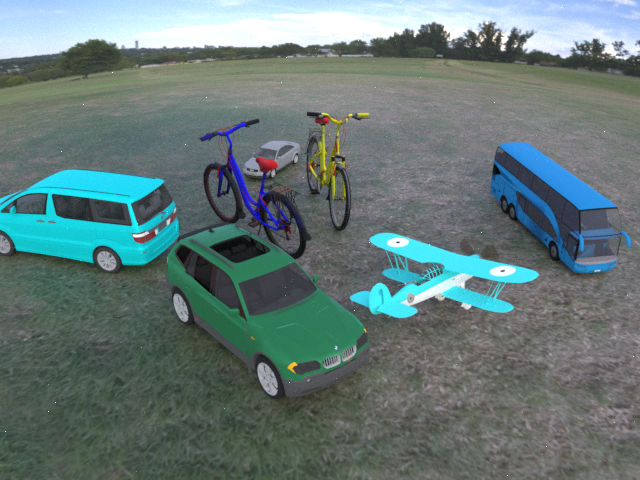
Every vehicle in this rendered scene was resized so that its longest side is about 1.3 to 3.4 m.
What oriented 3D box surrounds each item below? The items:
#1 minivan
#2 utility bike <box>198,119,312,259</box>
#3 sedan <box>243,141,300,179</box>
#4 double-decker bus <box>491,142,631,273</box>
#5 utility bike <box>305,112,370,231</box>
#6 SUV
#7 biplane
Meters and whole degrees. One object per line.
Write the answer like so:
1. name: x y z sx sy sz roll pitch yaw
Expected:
1. minivan: -3.691 -0.393 10.564 3.011 1.197 1.324 8 27 16
2. utility bike: -1.124 -0.783 10.631 1.039 1.839 2.791 -20 33 -35
3. sedan: -0.953 -1.659 13.967 0.635 0.483 1.613 12 29 24
4. double-decker bus: 3.653 -0.568 11.087 0.756 1.052 3.251 -5 26 -9
5. utility bike: 0.204 -1.398 11.890 1.039 1.839 2.791 -6 27 -13
6. SUV: -0.730 0.703 8.400 1.276 1.128 3.058 -20 32 -35
7. biplane: 1.369 0.536 8.908 2.120 0.981 2.598 -20 33 -35
